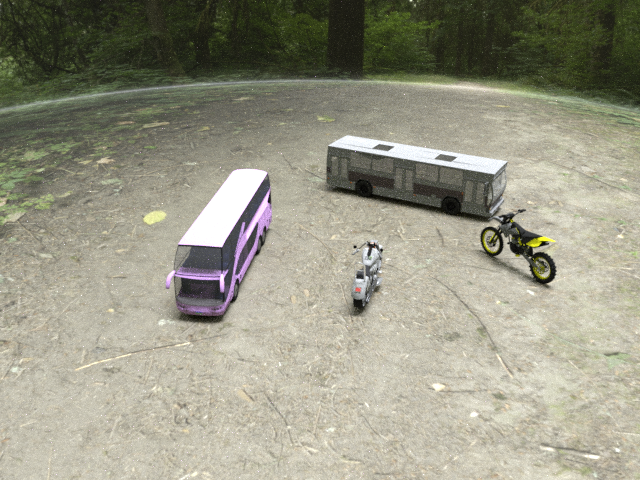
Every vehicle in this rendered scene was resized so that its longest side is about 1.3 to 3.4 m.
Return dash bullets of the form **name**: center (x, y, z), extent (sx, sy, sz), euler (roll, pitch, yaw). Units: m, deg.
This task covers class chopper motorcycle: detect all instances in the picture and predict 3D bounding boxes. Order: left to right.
- **chopper motorcycle**: center (0.687, 0.348, 9.796), extent (0.466, 0.761, 1.563), euler (6, 26, 13)

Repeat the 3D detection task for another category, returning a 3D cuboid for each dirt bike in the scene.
- **dirt bike**: center (2.917, 0.037, 10.347), extent (0.527, 0.857, 1.493), euler (-14, 29, -28)

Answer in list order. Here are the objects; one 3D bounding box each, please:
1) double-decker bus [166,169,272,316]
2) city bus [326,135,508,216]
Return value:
- **double-decker bus**: center (-1.351, -0.036, 10.273), extent (0.756, 1.052, 3.251), euler (3, 25, 7)
- **city bus**: center (1.721, -1.180, 12.905), extent (3.255, 0.894, 0.926), euler (14, 28, 27)
